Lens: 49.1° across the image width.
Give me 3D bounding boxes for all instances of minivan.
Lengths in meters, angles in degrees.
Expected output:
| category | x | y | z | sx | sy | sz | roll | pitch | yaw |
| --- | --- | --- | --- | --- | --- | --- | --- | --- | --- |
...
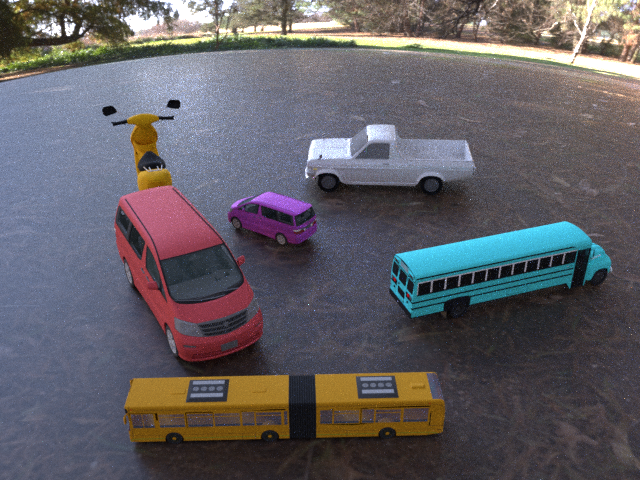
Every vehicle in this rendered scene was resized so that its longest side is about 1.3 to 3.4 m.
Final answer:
| category | x | y | z | sx | sy | sz | roll | pitch | yaw |
| --- | --- | --- | --- | --- | --- | --- | --- | --- | --- |
| minivan | -0.807 | -0.421 | 11.406 | 1.548 | 0.616 | 0.681 | 19 | 35 | 30 |
| minivan | -1.849 | 0.362 | 9.464 | 1.324 | 1.197 | 3.011 | -16 | 34 | -26 |

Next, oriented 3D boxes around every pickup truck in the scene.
| category | x | y | z | sx | sy | sz | roll | pitch | yaw |
| --- | --- | --- | --- | --- | --- | --- | --- | --- | --- |
| pickup truck | 1.280 | -1.555 | 12.998 | 3.117 | 0.993 | 1.244 | 2 | 30 | 3 |

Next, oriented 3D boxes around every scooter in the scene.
| category | x | y | z | sx | sy | sz | roll | pitch | yaw |
| --- | --- | --- | --- | --- | --- | --- | --- | --- | --- |
| scooter | -2.887 | -1.364 | 11.871 | 1.288 | 1.786 | 2.721 | -9 | 31 | -15 |

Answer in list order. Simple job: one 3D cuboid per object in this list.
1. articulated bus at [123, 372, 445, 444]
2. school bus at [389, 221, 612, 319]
| category | x | y | z | sx | sy | sz | roll | pitch | yaw |
| --- | --- | --- | --- | --- | --- | --- | --- | --- | --- |
| articulated bus | -0.383 | 1.806 | 7.593 | 3.401 | 0.561 | 0.605 | -1 | 30 | -2 |
| school bus | 2.622 | 0.378 | 9.789 | 3.322 | 0.844 | 0.709 | -10 | 31 | -17 |
